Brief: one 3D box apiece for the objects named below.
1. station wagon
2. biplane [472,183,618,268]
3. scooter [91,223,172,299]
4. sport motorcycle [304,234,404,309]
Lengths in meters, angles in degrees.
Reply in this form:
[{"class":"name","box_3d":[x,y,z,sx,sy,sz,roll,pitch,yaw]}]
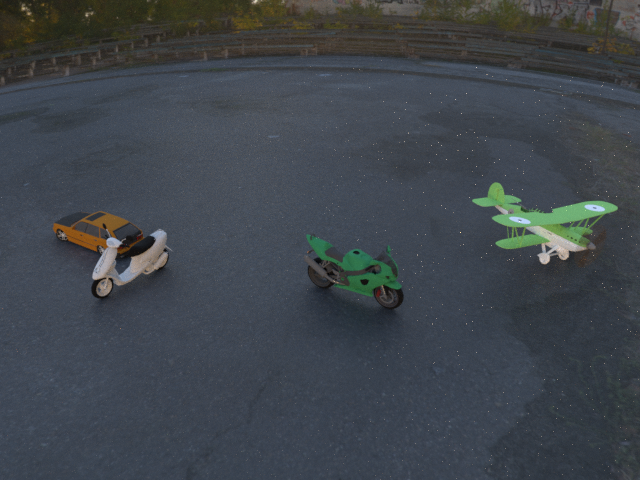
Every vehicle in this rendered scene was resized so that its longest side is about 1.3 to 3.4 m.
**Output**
[{"class":"station wagon","box_3d":[-3.539,-0.175,11.087,1.597,0.473,0.682,17,33,28]},{"class":"biplane","box_3d":[3.367,-0.286,10.761,2.598,0.981,2.120,-17,33,-29]},{"class":"scooter","box_3d":[-2.688,0.200,9.936,0.662,0.919,1.399,21,35,34]},{"class":"sport motorcycle","box_3d":[0.463,0.429,9.620,1.520,0.821,0.506,16,33,27]}]
